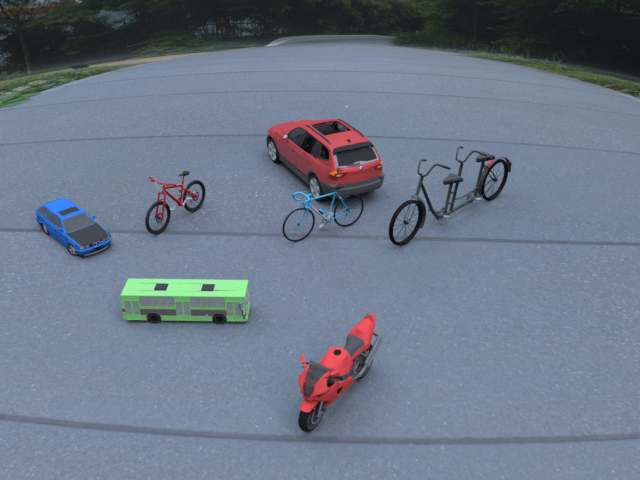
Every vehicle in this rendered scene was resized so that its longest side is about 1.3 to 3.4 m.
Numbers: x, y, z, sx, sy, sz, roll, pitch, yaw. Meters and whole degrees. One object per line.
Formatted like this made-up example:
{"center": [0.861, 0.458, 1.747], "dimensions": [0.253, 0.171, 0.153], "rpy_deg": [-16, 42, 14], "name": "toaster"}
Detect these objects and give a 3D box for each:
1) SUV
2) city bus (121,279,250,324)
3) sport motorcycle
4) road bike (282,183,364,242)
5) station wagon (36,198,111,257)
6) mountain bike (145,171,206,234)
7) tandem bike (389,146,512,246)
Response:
{"center": [0.036, -1.733, 13.189], "dimensions": [1.276, 1.128, 3.058], "rpy_deg": [-14, 33, -23], "name": "SUV"}
{"center": [-1.802, 0.831, 9.476], "dimensions": [1.674, 0.460, 0.476], "rpy_deg": [1, 30, 1], "name": "city bus"}
{"center": [0.214, 1.500, 7.978], "dimensions": [0.506, 0.821, 1.520], "rpy_deg": [19, 35, 29], "name": "sport motorcycle"}
{"center": [0.068, -0.476, 11.318], "dimensions": [1.545, 0.852, 0.358], "rpy_deg": [-17, 34, -27], "name": "road bike"}
{"center": [-3.998, -0.251, 11.309], "dimensions": [0.682, 0.473, 1.597], "rpy_deg": [-26, 39, -37], "name": "station wagon"}
{"center": [-2.407, -0.694, 11.673], "dimensions": [0.573, 0.868, 1.469], "rpy_deg": [17, 34, 26], "name": "mountain bike"}
{"center": [2.251, -0.912, 11.594], "dimensions": [3.192, 1.326, 0.550], "rpy_deg": [-25, 38, -36], "name": "tandem bike"}
